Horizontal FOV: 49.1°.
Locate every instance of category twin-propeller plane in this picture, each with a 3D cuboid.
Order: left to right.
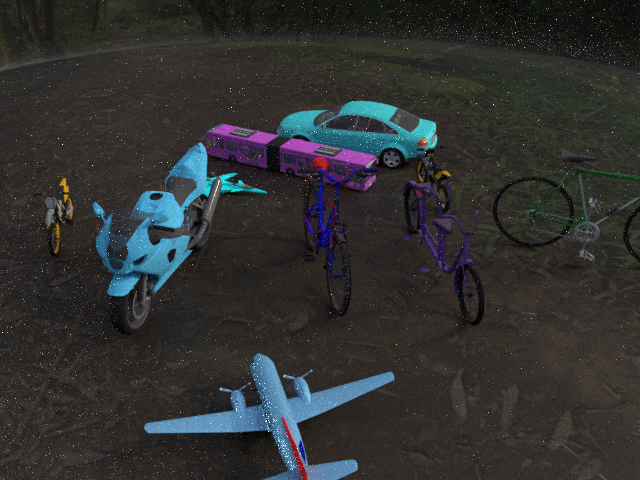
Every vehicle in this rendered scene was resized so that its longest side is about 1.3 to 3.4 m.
[{"bbox_3d":[-0.415,1.718,7.121,2.663,0.792,2.129,-9,32,-15],"label":"twin-propeller plane"}]

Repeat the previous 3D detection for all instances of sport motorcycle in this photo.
[{"bbox_3d":[-2.095,-0.088,9.377,0.983,1.596,2.955,7,31,12],"label":"sport motorcycle"}]

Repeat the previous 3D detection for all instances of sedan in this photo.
[{"bbox_3d":[0.682,-2.147,13.491,3.137,0.940,1.235,10,32,16],"label":"sedan"}]

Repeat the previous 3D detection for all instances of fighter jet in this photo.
[{"bbox_3d":[-1.570,-0.972,12.151,1.358,0.286,1.147,7,31,12],"label":"fighter jet"}]

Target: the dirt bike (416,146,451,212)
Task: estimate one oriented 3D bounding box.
[{"bbox_3d":[1.909,-1.107,11.819,0.527,0.857,1.493,-7,31,-11],"label":"dirt bike"}]

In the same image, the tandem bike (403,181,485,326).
[{"bbox_3d":[1.668,-0.139,9.727,0.550,1.326,3.192,-6,31,-10],"label":"tandem bike"}]

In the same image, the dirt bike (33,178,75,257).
[{"bbox_3d":[-3.962,-0.412,10.646,0.527,0.857,1.493,-3,31,-5],"label":"dirt bike"}]

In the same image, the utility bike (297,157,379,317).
[{"bbox_3d":[0.156,-0.323,9.535,1.039,1.839,2.791,-6,31,-10],"label":"utility bike"}]

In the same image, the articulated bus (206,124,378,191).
[{"bbox_3d":[-0.574,-1.545,12.846,3.401,0.561,0.605,15,34,24],"label":"articulated bus"}]

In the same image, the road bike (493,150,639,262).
[{"bbox_3d":[4.010,-0.459,9.944,3.004,1.656,0.697,11,32,17],"label":"road bike"}]
